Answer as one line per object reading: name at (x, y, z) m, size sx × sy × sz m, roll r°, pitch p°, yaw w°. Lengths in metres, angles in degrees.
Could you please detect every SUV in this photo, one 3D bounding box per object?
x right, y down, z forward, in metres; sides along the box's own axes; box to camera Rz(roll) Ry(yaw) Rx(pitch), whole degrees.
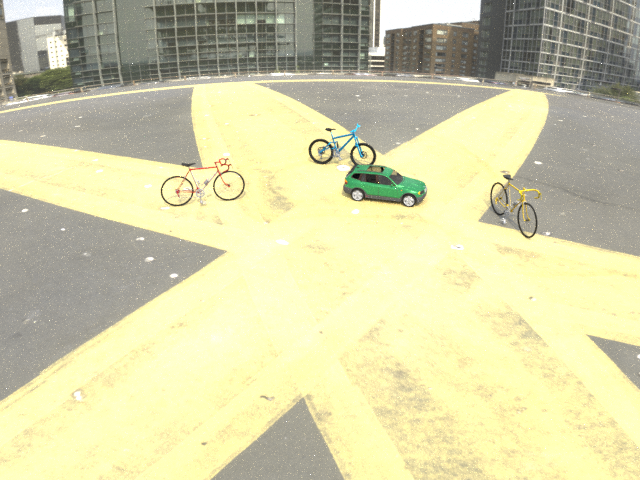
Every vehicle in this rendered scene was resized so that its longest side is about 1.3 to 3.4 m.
SUV at (1.220, -1.053, 13.112) m, size 1.572 × 0.580 × 0.656 m, roll 7°, pitch 27°, yaw 14°

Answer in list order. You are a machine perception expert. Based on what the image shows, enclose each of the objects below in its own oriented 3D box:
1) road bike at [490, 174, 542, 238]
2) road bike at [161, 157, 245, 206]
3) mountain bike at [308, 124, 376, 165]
road bike at (3.310, -0.643, 11.978) m, size 0.358 × 0.852 × 1.545 m, roll -7°, pitch 27°, yaw -14°
road bike at (-2.146, -1.062, 12.825) m, size 1.545 × 0.852 × 0.358 m, roll -7°, pitch 27°, yaw -14°
mountain bike at (0.458, -1.947, 14.594) m, size 1.469 × 0.868 × 0.573 m, roll 8°, pitch 27°, yaw 15°
